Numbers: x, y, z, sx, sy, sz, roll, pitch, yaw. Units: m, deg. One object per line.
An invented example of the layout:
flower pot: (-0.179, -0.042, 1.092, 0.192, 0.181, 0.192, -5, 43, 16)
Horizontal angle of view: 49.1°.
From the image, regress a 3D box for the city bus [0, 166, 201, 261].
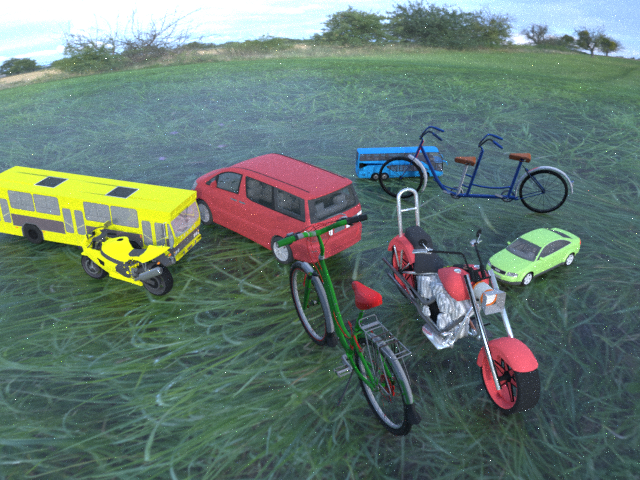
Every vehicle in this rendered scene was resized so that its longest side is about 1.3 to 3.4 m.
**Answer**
city bus: (-3.447, -0.387, 10.563, 3.255, 0.894, 0.926, 9, 29, 16)

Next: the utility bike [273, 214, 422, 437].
utility bike: (0.180, 0.787, 7.296, 1.039, 1.839, 2.791, -13, 30, -23)

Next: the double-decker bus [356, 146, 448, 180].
double-decker bus: (1.494, -1.428, 12.936, 1.672, 0.541, 0.389, -2, 28, -4)

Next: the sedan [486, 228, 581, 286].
sedan: (3.041, 0.174, 9.933, 1.613, 0.483, 0.635, -19, 33, -32)

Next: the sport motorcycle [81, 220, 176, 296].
sport motorcycle: (-2.614, 0.271, 9.382, 1.520, 0.821, 0.506, 12, 30, 21)

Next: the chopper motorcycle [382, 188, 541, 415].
chopper motorcycle: (1.563, 0.592, 8.055, 0.906, 1.480, 3.040, -10, 29, -18)

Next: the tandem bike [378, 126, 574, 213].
tandem bike: (2.554, -1.162, 11.580, 3.192, 1.326, 0.550, 7, 28, 12)

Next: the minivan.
minivan: (-0.775, -0.643, 10.726, 3.011, 1.197, 1.324, 24, 36, 38)
